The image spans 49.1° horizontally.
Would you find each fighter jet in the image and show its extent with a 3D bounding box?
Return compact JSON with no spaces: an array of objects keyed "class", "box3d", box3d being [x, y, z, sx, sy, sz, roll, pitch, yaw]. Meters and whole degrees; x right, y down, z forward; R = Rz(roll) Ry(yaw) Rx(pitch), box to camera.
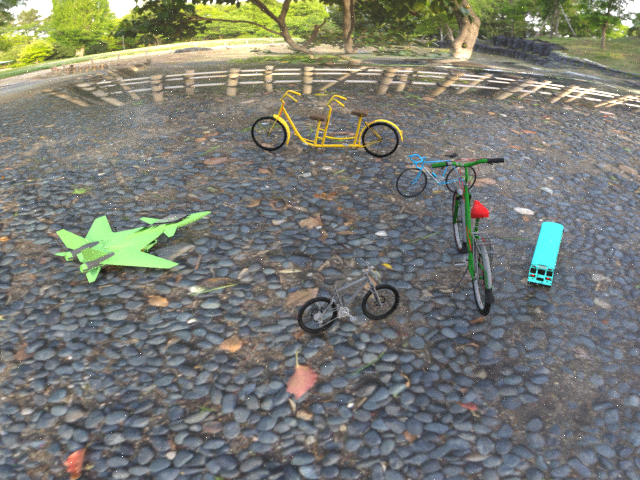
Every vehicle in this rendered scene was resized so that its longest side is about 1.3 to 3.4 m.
[{"class":"fighter jet","box3d":[-2.851,-0.185,11.387,2.640,0.557,2.229,-26,38,-37]}]

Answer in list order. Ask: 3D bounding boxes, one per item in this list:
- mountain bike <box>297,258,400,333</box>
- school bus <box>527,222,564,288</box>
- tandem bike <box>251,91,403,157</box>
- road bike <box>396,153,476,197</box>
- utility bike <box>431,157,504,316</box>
[{"class":"mountain bike","box3d":[0.399,0.792,9.357,1.469,0.868,0.573,-10,31,-17]},{"class":"school bus","box3d":[3.533,0.167,10.893,0.365,0.434,1.708,11,32,19]},{"class":"tandem bike","box3d":[0.121,-2.383,14.468,3.192,1.326,0.550,4,30,7]},{"class":"road bike","box3d":[2.152,-1.201,12.872,1.545,0.852,0.358,-5,30,-9]},{"class":"utility bike","box3d":[2.108,-0.199,10.117,1.039,1.839,2.791,0,30,0]}]
